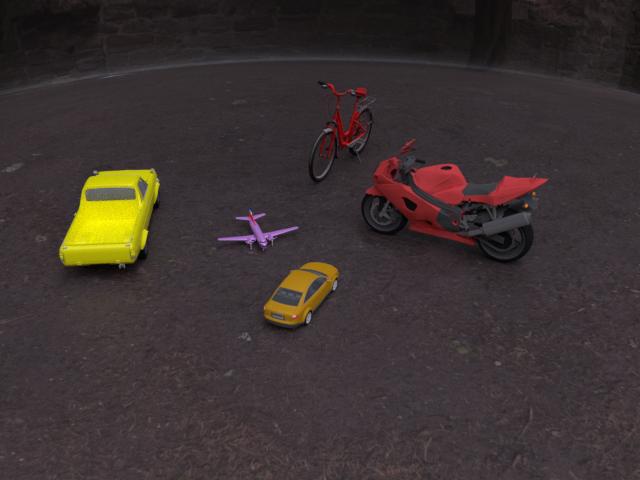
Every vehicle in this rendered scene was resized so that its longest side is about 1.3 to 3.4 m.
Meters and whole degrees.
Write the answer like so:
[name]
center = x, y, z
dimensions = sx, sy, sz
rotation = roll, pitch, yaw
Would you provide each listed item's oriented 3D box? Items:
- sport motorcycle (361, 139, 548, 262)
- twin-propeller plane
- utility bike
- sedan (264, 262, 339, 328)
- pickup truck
[sport motorcycle]
center = 2.034, -0.595, 11.221
dimensions = 2.955, 1.596, 0.983
rotation = 14, 32, 23
[twin-propeller plane]
center = -1.050, -0.184, 11.707
dimensions = 1.370, 0.407, 1.095
rotation = -9, 30, -16
[utility bike]
center = 0.580, -2.322, 14.121
dimensions = 1.039, 1.839, 2.791
rotation = 15, 32, 25
[sedan]
center = -0.237, 0.695, 10.024
dimensions = 0.635, 0.483, 1.613
rotation = 12, 31, 21
[pickup truck]
center = -3.432, -0.502, 11.679
dimensions = 1.244, 0.993, 3.117
rotation = -3, 29, -5
